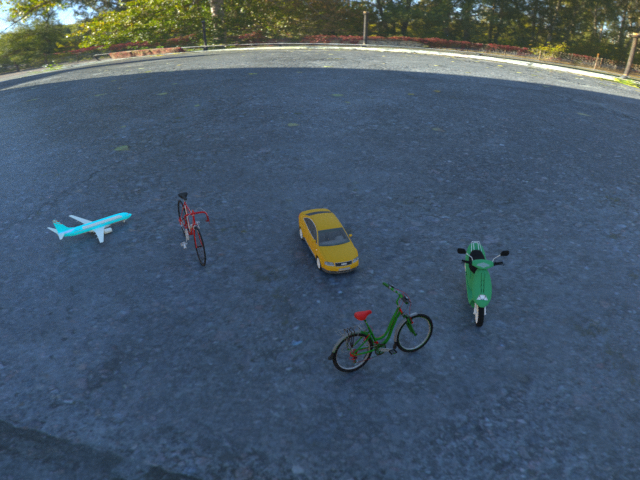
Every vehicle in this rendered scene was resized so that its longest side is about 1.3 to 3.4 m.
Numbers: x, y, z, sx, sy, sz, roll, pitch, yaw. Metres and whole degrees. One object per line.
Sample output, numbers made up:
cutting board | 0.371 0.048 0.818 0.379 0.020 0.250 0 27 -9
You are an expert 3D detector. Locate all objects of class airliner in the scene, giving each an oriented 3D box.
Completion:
airliner | -3.609 -0.314 11.139 1.307 0.429 1.161 -23 37 -35

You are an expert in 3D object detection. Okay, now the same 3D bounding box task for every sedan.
sedan | 0.117 -0.050 10.627 0.635 0.483 1.613 -9 31 -15

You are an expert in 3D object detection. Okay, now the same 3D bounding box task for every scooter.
scooter | 2.113 0.439 9.342 0.662 0.919 1.399 3 30 5

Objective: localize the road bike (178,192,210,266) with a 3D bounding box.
road bike | -1.958 -0.231 10.572 0.358 0.852 1.545 -13 32 -21

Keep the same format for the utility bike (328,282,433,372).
utility bike | 0.717 1.028 8.291 1.435 0.946 0.535 -13 33 -22
